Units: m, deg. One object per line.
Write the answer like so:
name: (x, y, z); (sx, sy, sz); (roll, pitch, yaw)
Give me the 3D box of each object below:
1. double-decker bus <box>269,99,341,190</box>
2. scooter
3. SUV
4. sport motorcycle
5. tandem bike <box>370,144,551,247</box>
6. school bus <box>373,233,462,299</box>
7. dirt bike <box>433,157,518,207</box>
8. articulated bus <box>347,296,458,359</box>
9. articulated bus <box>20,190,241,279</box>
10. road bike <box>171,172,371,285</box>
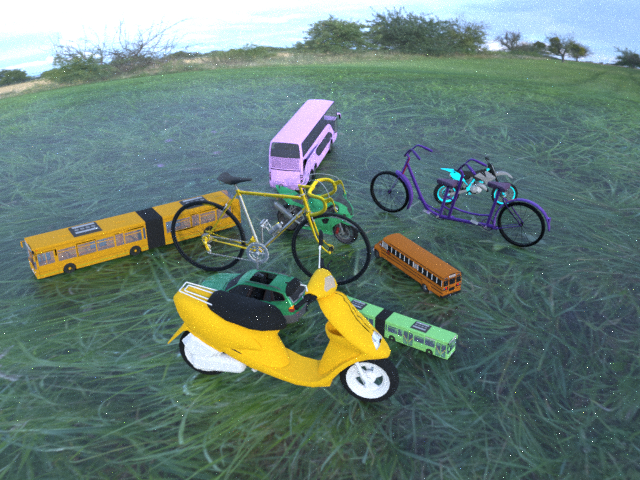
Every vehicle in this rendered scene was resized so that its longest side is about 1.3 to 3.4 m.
double-decker bus: (-0.269, -2.014, 14.211); (0.756, 1.052, 3.251); (6, 28, 12)
scooter: (-0.445, 0.906, 7.755); (2.721, 1.786, 1.288); (7, 28, 13)
SUV: (-0.922, 0.710, 9.450); (1.572, 0.580, 0.656); (10, 29, 19)
sport motorcycle: (-0.062, -0.428, 11.391); (1.520, 0.821, 0.506); (14, 30, 25)
tandem bike: (2.225, -0.771, 11.506); (3.192, 1.326, 0.550); (17, 32, 29)
school bus: (1.391, 0.326, 10.352); (0.365, 0.434, 1.708); (-16, 31, -28)
dirt bike: (2.786, -1.002, 12.463); (1.493, 0.857, 0.527); (2, 27, 4)
articulated bus: (0.915, 1.098, 9.015); (1.749, 0.289, 0.311); (17, 32, 29)
articulated bus: (-2.880, -0.136, 11.110); (3.401, 0.561, 0.605); (-17, 32, -29)
road bike: (-0.746, -0.174, 9.990); (3.004, 1.656, 0.697); (6, 28, 11)
